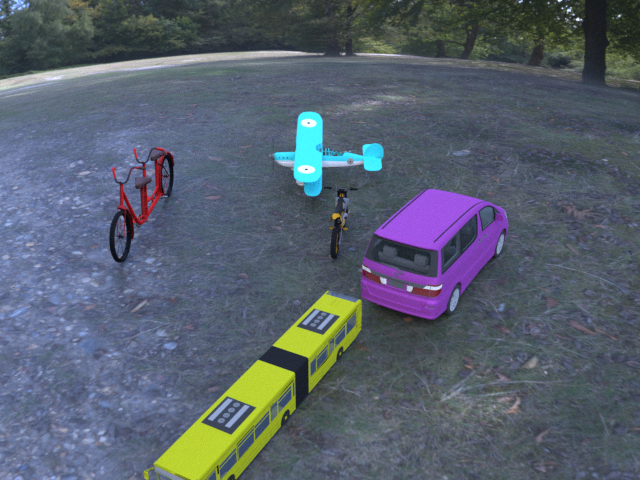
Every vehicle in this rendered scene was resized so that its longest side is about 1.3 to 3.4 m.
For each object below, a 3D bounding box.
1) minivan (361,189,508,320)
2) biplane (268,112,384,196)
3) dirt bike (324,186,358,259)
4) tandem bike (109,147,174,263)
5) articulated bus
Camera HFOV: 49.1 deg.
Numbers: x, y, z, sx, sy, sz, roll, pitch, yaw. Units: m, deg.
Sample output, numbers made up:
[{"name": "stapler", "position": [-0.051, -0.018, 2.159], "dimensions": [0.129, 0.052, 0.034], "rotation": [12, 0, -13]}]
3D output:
[{"name": "minivan", "position": [1.725, -0.030, 9.852], "dimensions": [1.324, 1.197, 3.011], "rotation": [16, 32, 28]}, {"name": "biplane", "position": [0.105, -1.487, 12.860], "dimensions": [2.120, 0.981, 2.598], "rotation": [0, 28, 1]}, {"name": "dirt bike", "position": [0.298, -0.362, 10.849], "dimensions": [0.527, 0.857, 1.493], "rotation": [4, 28, 8]}, {"name": "tandem bike", "position": [-2.826, -0.846, 11.266], "dimensions": [0.550, 1.326, 3.192], "rotation": [2, 28, 5]}, {"name": "articulated bus", "position": [-0.493, 1.574, 7.478], "dimensions": [0.605, 0.561, 3.401], "rotation": [14, 31, 25]}]
